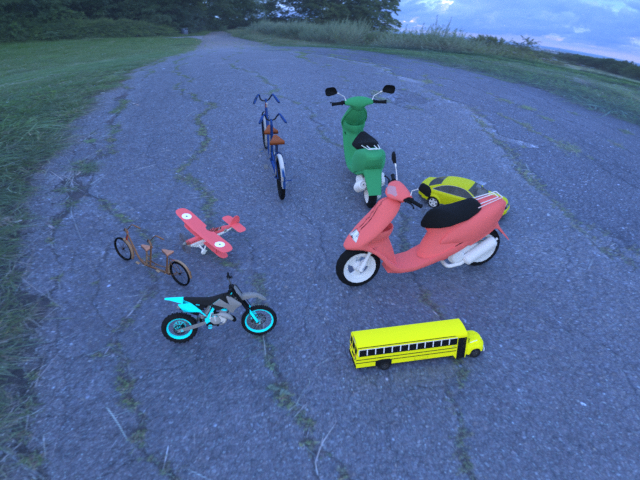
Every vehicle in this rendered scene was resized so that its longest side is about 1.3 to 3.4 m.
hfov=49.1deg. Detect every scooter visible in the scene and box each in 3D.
[{"bbox_3d":[0.766,-1.841,12.787,1.288,1.786,2.721,-4,31,-6],"label":"scooter"},{"bbox_3d":[1.530,-0.260,10.092,2.721,1.786,1.288,-9,32,-14],"label":"scooter"}]

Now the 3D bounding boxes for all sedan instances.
[{"bbox_3d":[2.529,-0.796,12.292,1.613,0.483,0.635,16,34,26],"label":"sedan"}]

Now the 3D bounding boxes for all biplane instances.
[{"bbox_3d":[-1.698,-0.094,11.075,1.090,0.504,1.336,-25,39,-36],"label":"biplane"}]

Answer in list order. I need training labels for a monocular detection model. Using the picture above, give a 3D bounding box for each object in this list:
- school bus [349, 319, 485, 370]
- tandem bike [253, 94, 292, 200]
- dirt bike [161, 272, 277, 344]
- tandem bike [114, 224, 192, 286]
[{"bbox_3d":[1.235,1.294,8.779,1.708,0.434,0.365,-6,31,-10],"label":"school bus"},{"bbox_3d":[-0.918,-1.905,13.350,0.550,1.326,3.192,-5,31,-9],"label":"tandem bike"},{"bbox_3d":[-1.303,0.921,8.997,1.493,0.857,0.527,-4,31,-7],"label":"dirt bike"},{"bbox_3d":[-2.520,0.200,10.399,1.642,0.682,0.283,19,36,30],"label":"tandem bike"}]
